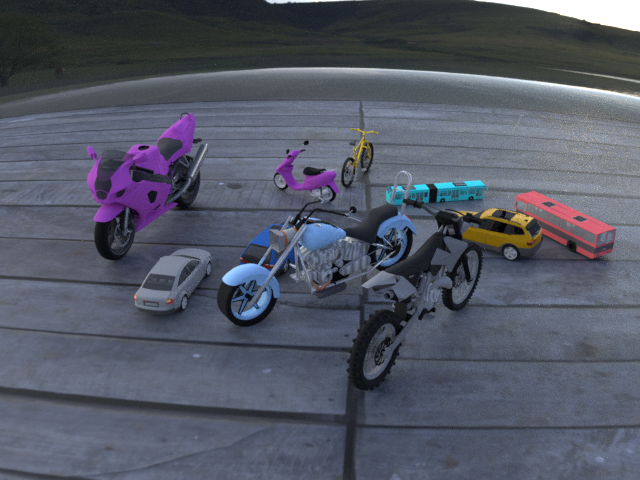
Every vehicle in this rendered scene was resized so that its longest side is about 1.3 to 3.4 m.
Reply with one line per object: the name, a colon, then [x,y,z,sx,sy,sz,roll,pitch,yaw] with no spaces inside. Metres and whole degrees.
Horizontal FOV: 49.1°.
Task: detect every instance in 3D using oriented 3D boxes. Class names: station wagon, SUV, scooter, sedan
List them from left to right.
sedan: [-1.952,0.466,9.467,0.635,0.483,1.613,6,27,11]
station wagon: [-0.565,0.024,10.359,0.682,0.473,1.597,12,29,22]
scooter: [-0.261,-1.204,12.311,1.399,0.919,0.662,17,31,30]
SUV: [2.585,-0.181,10.648,1.572,0.580,0.656,17,31,30]

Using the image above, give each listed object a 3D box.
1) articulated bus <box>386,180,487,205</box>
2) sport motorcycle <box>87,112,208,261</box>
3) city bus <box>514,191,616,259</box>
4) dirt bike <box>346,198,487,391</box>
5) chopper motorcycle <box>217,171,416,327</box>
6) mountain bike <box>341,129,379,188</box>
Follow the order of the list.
articulated bus: [2.037,-0.826,12.259,1.749,0.289,0.311,-5,27,-9]
sport motorcycle: [-2.657,-0.904,10.957,0.983,1.596,2.955,9,28,16]
city bus: [3.760,-0.240,10.901,0.476,0.460,1.674,-14,30,-26]
dirt bike: [1.205,0.490,8.099,1.024,1.666,2.903,19,32,33]
chopper motorcycle: [0.042,0.073,9.138,3.040,1.480,0.906,-17,31,-31]
mountain bike: [0.717,-1.554,13.066,0.573,0.868,1.469,12,29,23]
